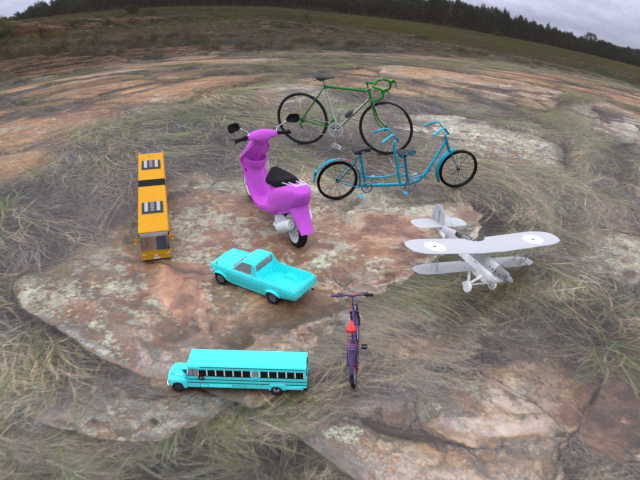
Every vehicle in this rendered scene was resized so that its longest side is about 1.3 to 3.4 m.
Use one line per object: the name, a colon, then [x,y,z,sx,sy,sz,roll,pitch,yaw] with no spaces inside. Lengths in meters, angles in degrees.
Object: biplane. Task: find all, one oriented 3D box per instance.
biplane: [2.254,0.123,10.465,2.598,0.981,2.120,-12,32,-20]

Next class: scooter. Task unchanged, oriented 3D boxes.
scooter: [-0.793,-1.097,11.797,1.288,1.786,2.721,-14,32,-23]

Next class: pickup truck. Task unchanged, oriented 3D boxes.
pickup truck: [-0.855,0.471,10.329,1.603,0.511,0.640,17,34,28]

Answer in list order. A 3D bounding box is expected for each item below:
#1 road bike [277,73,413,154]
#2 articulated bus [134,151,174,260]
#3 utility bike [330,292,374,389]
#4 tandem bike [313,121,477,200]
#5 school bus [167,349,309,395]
road bike: [0.495,-2.685,14.722,3.004,1.656,0.697,9,31,16]
articulated bus: [-2.939,-0.701,12.339,0.605,0.561,3.401,-6,30,-11]
utility bike: [0.379,1.148,8.697,0.535,0.946,1.435,2,30,4]
tandem bike: [1.429,-1.447,12.878,3.192,1.326,0.550,-6,30,-11]
school bus: [-0.993,1.580,8.455,1.708,0.434,0.365,1,30,2]
